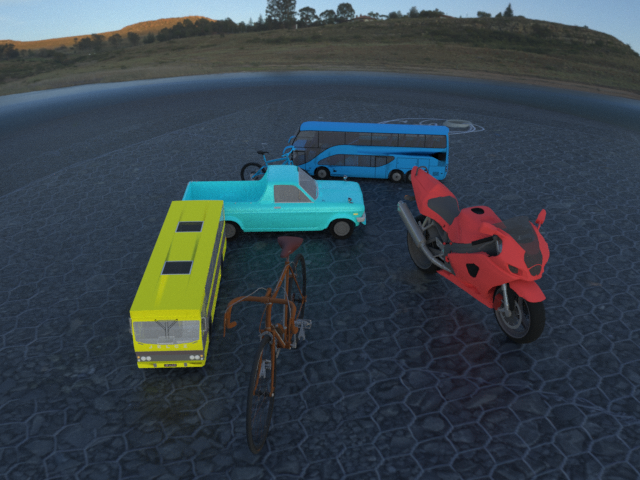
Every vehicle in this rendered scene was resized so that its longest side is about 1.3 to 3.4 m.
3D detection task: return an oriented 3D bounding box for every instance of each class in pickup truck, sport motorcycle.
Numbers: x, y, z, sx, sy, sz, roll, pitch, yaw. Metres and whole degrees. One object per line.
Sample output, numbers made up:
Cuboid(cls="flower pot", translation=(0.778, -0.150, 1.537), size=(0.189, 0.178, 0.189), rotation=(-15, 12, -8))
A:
Cuboid(cls="pickup truck", translation=(-0.777, -0.685, 11.784), size=(3.117, 0.993, 1.244), rotation=(-1, 26, -2))
Cuboid(cls="sport motorcycle", translation=(2.027, 0.123, 9.432), size=(0.983, 1.596, 2.955), rotation=(-12, 28, -23))

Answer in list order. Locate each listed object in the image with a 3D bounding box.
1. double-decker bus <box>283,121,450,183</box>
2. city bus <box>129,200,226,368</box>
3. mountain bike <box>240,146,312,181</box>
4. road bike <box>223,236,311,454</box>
Cuboid(cls="double-decker bus", translation=(0.919, -1.763, 13.934), size=(3.251, 1.052, 0.756), rotation=(3, 26, 6))
Cuboid(cls="city bus", translation=(-1.810, 0.487, 9.487), size=(0.926, 0.894, 3.255), rotation=(-1, 26, -2))
Cuboid(cls="mountain bike", translation=(-0.832, -1.291, 13.174), size=(1.469, 0.868, 0.573), rotation=(9, 27, 17))
Cuboid(cls="road bike", translation=(-0.434, 0.920, 7.725), size=(0.696, 1.656, 3.004), rotation=(4, 26, 8))
